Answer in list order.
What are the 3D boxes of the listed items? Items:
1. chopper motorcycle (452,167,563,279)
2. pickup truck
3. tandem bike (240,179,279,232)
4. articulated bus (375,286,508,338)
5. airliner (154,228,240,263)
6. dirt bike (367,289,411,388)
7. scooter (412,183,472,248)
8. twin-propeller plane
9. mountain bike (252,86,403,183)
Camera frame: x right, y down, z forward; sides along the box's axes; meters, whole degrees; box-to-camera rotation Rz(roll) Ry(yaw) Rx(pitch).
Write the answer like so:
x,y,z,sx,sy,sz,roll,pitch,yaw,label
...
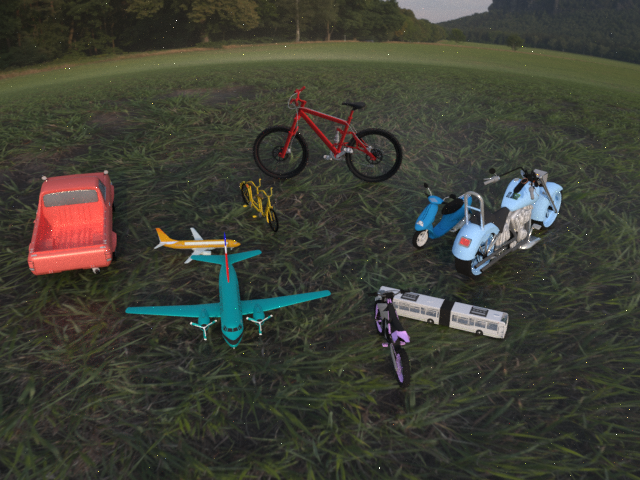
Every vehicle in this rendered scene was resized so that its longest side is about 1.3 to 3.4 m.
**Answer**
x,y,z,sx,sy,sz,roll,pitch,yaw,label
2.985,-0.469,10.693,0.906,1.480,3.040,23,36,36,chopper motorcycle
-3.890,-0.403,11.088,1.244,0.993,3.117,-7,29,-13,pickup truck
-1.054,-0.704,11.983,0.283,0.682,1.642,-14,31,-24,tandem bike
1.588,0.950,9.293,1.749,0.289,0.311,11,30,20,articulated bus
-1.908,-0.016,10.958,1.307,0.429,1.161,-2,28,-4,airliner
0.857,1.071,8.462,0.527,0.857,1.493,-5,28,-9,dirt bike
1.993,-0.446,11.247,1.399,0.919,0.662,-22,35,-35,scooter
-1.206,0.663,9.297,2.663,0.792,2.129,-4,28,-8,twin-propeller plane
0.134,-1.895,13.152,2.857,1.688,1.114,2,28,5,mountain bike
